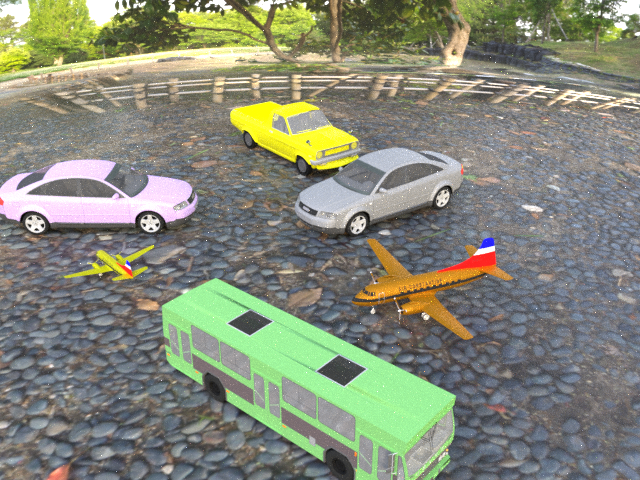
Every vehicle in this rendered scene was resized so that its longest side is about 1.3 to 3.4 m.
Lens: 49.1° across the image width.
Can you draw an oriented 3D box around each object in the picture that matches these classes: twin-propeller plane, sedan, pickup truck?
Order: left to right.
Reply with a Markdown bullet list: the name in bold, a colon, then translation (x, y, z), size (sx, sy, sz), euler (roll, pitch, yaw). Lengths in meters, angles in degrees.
- **sedan**: translation (-3.568, -0.753, 11.302), size (3.137, 0.940, 1.235), euler (0, 27, 0)
- **twin-propeller plane**: translation (-2.898, 0.304, 9.841), size (1.370, 0.407, 1.095), euler (-22, 35, -36)
- **pickup truck**: translation (-0.565, -2.226, 14.088), size (1.244, 0.993, 3.117), euler (-20, 33, -33)
- **sedan**: translation (1.023, -0.927, 11.638), size (3.137, 0.940, 1.235), euler (-18, 32, -31)
- **twin-propeller plane**: translation (1.389, 0.473, 9.097), size (2.129, 0.792, 2.663), euler (-10, 29, -19)

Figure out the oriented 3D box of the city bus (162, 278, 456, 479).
- **city bus**: translation (-0.252, 1.440, 7.119), size (3.255, 0.894, 0.926), euler (21, 34, 35)
